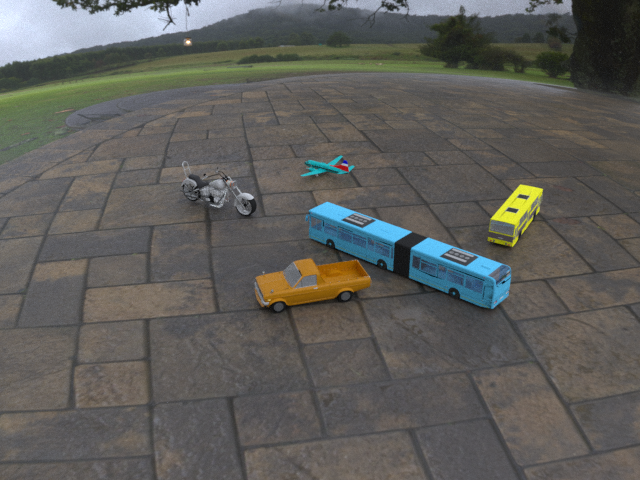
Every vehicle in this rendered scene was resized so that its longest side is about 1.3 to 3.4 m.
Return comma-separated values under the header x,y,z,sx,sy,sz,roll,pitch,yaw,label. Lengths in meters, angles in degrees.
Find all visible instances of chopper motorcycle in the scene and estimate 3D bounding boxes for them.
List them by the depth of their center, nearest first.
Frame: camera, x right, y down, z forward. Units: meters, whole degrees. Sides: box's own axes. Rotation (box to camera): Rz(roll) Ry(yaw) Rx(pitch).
x,y,z,sx,sy,sz,roll,pitch,yaw,label
-1.817,-0.912,12.404,1.563,0.761,0.466,14,30,25,chopper motorcycle

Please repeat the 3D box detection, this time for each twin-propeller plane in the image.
x,y,z,sx,sy,sz,roll,pitch,yaw,label
0.125,-1.486,13.903,1.095,0.407,1.370,19,33,32,twin-propeller plane

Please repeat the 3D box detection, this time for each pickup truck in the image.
x,y,z,sx,sy,sz,roll,pitch,yaw,label
-0.107,0.567,9.809,1.603,0.511,0.640,-8,28,-15,pickup truck

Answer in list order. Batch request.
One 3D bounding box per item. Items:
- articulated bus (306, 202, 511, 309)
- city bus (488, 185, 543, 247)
x,y,z,sx,sy,sz,roll,pitch,yaw,label
1.210,0.162,10.539,3.401,0.561,0.605,22,34,36,articulated bus
3.297,-0.409,11.757,0.476,0.460,1.674,15,31,27,city bus
